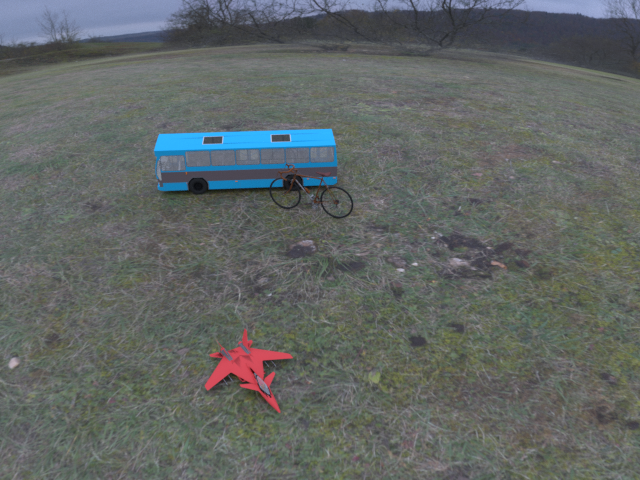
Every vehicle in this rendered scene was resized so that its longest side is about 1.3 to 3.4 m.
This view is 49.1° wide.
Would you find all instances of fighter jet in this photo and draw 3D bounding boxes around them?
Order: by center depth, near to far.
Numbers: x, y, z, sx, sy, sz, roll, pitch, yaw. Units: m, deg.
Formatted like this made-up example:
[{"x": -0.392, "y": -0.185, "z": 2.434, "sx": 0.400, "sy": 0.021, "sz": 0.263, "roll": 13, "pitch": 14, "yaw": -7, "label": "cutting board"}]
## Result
[{"x": -0.797, "y": 1.583, "z": 8.387, "sx": 1.147, "sy": 0.286, "sz": 1.358, "roll": -17, "pitch": 35, "yaw": -26, "label": "fighter jet"}]

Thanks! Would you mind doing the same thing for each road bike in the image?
[{"x": -0.162, "y": -0.830, "z": 11.900, "sx": 1.545, "sy": 0.852, "sz": 0.358, "roll": 11, "pitch": 32, "yaw": 18, "label": "road bike"}]

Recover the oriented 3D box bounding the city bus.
[{"x": -1.336, "y": -1.442, "z": 12.889, "sx": 3.255, "sy": 0.894, "sz": 0.926, "roll": -2, "pitch": 31, "yaw": -4, "label": "city bus"}]
